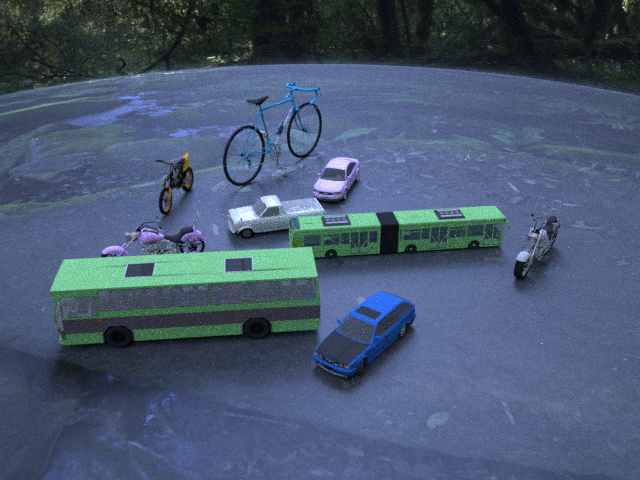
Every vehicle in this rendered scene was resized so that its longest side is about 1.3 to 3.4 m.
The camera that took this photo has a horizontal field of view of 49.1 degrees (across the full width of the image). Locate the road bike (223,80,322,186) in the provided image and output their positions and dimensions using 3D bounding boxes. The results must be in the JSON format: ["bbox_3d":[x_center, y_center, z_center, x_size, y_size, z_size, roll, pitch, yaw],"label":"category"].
[{"bbox_3d":[-0.860,-2.138,13.673,0.696,1.656,3.004,19,33,32],"label":"road bike"}]

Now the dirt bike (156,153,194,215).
[{"bbox_3d":[-2.564,-1.071,12.490,0.527,0.857,1.493,5,28,10],"label":"dirt bike"}]

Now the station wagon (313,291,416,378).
[{"bbox_3d":[0.574,1.111,8.719,0.682,0.473,1.597,19,33,32],"label":"station wagon"}]

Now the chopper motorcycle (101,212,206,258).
[{"bbox_3d":[-2.493,0.030,10.482,1.563,0.761,0.466,-10,29,-18],"label":"chopper motorcycle"}]

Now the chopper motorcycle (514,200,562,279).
[{"bbox_3d":[3.302,-0.014,10.567,0.466,0.761,1.563,18,33,31],"label":"chopper motorcycle"}]

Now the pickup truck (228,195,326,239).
[{"bbox_3d":[-0.729,-0.447,11.669,1.603,0.511,0.640,-8,29,-15],"label":"pickup truck"}]

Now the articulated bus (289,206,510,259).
[{"bbox_3d":[1.228,-0.127,10.999,3.401,0.561,0.605,-4,28,-7],"label":"articulated bus"}]

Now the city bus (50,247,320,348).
[{"bbox_3d":[-1.649,0.737,8.981,3.255,0.894,0.926,-3,28,-5],"label":"city bus"}]

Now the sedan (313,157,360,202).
[{"bbox_3d":[0.321,-1.196,13.133,0.635,0.483,1.613,8,29,15],"label":"sedan"}]
